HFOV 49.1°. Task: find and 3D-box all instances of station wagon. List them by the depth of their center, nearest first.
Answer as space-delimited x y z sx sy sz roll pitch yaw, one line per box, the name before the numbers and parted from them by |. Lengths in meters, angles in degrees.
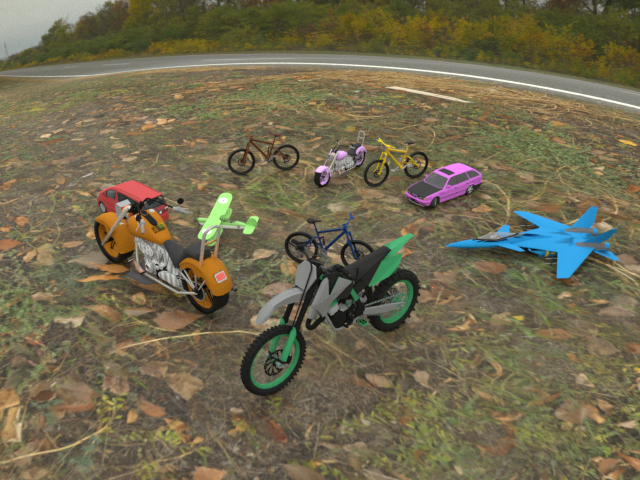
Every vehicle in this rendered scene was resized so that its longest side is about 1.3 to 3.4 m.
station wagon | 2.334 -1.065 13.171 1.597 0.473 0.682 -20 35 -32

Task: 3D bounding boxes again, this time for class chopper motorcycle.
chopper motorcycle | -2.390 0.023 10.165 3.040 1.480 0.906 24 37 36
chopper motorcycle | 0.414 -1.614 13.866 0.466 0.761 1.563 21 35 33

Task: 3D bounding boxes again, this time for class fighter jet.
fighter jet | 3.352 -0.086 11.314 2.640 0.557 2.229 -2 29 -3

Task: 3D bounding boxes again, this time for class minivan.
minivan | -3.339 -0.692 12.350 1.548 0.616 0.681 24 37 37

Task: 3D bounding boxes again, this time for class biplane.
biplane | -1.579 -0.269 11.700 1.090 0.504 1.336 6 29 10

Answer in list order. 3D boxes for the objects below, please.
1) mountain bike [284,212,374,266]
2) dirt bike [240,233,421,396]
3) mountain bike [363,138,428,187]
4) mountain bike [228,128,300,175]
mountain bike | 0.147 0.053 10.743 1.469 0.868 0.573 8 30 15
dirt bike | 0.232 0.789 8.587 2.903 1.666 1.024 -22 36 -34
mountain bike | 1.495 -1.523 13.591 1.469 0.868 0.573 -14 32 -23
mountain bike | -1.126 -1.753 14.007 1.469 0.868 0.573 -7 30 -13
